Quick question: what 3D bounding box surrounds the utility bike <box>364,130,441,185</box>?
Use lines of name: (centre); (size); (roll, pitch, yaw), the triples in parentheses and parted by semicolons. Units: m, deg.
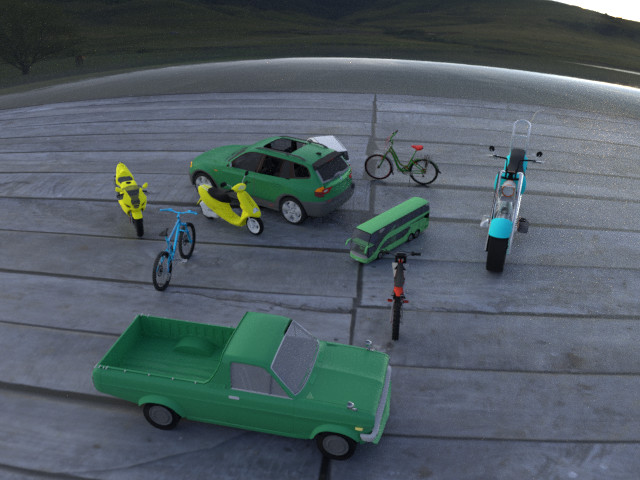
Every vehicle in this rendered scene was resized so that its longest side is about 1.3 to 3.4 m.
utility bike: (1.507, -1.460, 12.796); (1.435, 0.946, 0.535); (8, 29, 14)

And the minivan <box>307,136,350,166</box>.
minivan: (0.101, -1.685, 13.561); (0.681, 0.616, 1.548); (-8, 29, -14)

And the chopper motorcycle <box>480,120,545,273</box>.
chopper motorcycle: (2.950, -0.751, 10.915); (0.906, 1.480, 3.040); (9, 30, 17)

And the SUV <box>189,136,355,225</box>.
SUV: (-0.883, -1.209, 12.135); (3.058, 1.128, 1.276); (17, 33, 28)

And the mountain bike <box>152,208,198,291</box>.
mountain bike: (-2.079, 0.086, 10.005); (0.573, 0.868, 1.469); (6, 29, 11)

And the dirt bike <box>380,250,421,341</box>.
dirt bike: (1.012, 0.604, 9.055); (0.527, 0.857, 1.493); (4, 29, 7)

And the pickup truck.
pickup truck: (-0.795, 1.378, 7.472); (3.117, 0.993, 1.244); (6, 29, 12)

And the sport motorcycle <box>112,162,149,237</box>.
sport motorcycle: (-3.102, -0.672, 11.462); (0.506, 0.821, 1.520); (-11, 30, -20)

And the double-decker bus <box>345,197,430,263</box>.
double-decker bus: (1.085, -0.153, 10.793); (0.389, 0.541, 1.672); (24, 36, 37)

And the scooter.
scooter: (-1.469, -0.637, 11.295); (1.399, 0.919, 0.662); (19, 33, 31)
